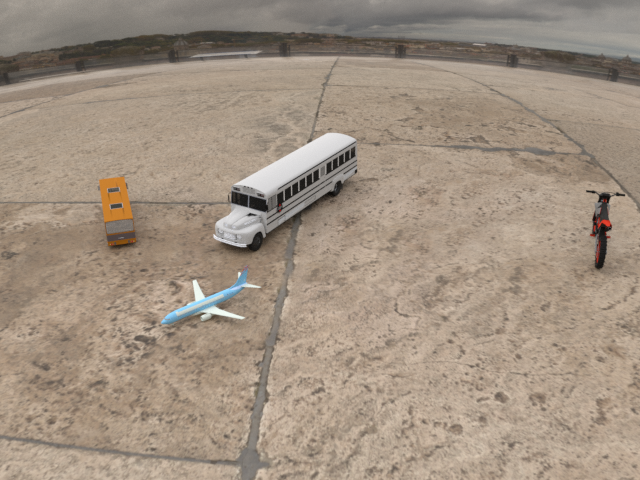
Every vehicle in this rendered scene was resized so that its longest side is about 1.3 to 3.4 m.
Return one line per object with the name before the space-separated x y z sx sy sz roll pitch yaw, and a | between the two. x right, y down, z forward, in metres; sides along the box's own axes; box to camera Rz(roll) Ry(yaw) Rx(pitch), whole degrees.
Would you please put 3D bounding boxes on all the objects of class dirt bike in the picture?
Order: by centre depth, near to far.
dirt bike | 4.030 -0.236 10.042 0.527 0.857 1.493 8 29 15

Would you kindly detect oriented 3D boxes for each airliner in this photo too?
airliner | -1.405 0.700 8.723 1.307 0.429 1.161 -21 34 -34

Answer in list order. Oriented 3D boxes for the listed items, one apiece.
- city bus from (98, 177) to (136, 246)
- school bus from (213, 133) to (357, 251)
city bus | -3.154 -0.449 10.874 0.476 0.460 1.674 -9 29 -16
school bus | -0.472 -0.843 11.211 0.709 0.844 3.322 16 32 27
